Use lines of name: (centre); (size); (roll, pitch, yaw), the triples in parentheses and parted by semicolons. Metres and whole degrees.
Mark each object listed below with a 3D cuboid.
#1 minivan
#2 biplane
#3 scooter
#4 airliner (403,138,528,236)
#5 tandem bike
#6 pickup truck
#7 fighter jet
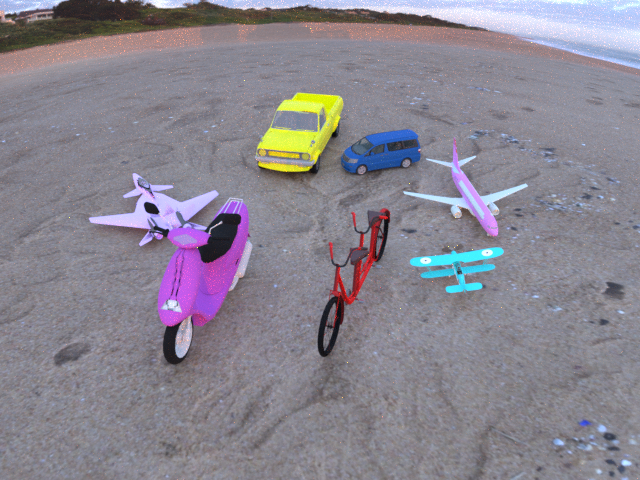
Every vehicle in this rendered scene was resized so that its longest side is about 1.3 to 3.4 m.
minivan: (1.176, -1.726, 13.623); (1.548, 0.616, 0.681); (-10, 32, -16)
biplane: (1.981, 0.450, 10.109); (1.336, 0.504, 1.090); (0, 31, 0)
scooter: (-1.494, 0.219, 9.248); (1.288, 1.786, 2.721); (8, 32, 13)
airliner: (2.627, -0.921, 12.069); (2.257, 0.835, 2.541); (-4, 31, -7)
tandem bike: (0.537, 0.271, 9.609); (0.550, 1.326, 3.192); (10, 33, 17)
pickup truck: (-0.355, -2.343, 14.283); (1.244, 0.993, 3.117); (7, 32, 11)
fighter jet: (-2.920, -0.799, 12.135); (2.229, 0.557, 2.640); (-15, 34, -23)
